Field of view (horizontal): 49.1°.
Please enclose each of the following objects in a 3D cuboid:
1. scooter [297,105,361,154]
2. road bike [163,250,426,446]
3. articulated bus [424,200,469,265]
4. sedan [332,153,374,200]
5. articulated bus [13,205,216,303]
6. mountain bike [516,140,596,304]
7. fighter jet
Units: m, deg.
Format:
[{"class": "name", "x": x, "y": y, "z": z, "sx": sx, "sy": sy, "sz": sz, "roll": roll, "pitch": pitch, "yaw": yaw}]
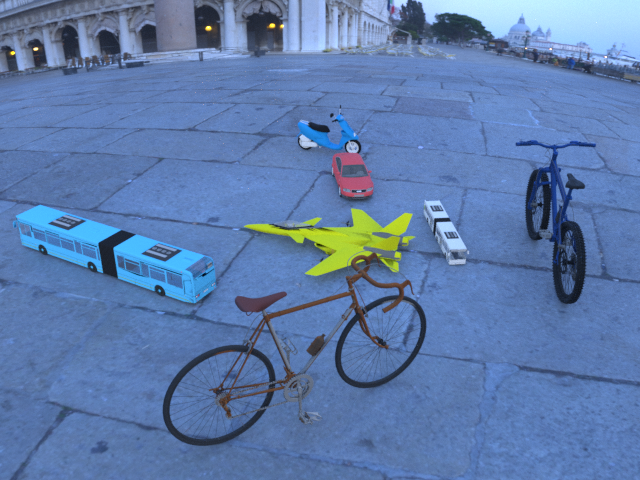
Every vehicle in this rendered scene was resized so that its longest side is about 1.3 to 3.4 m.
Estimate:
[{"class": "scooter", "x": 0.160, "y": -2.189, "z": 13.998, "sx": 1.399, "sy": 0.919, "sz": 0.662, "roll": 9, "pitch": 29, "yaw": 16}, {"class": "road bike", "x": -0.144, "y": 1.096, "z": 7.063, "sx": 3.004, "sy": 1.656, "sz": 0.697, "roll": -14, "pitch": 31, "yaw": -25}, {"class": "articulated bus", "x": 1.918, "y": -0.151, "z": 10.850, "sx": 0.311, "sy": 0.289, "sz": 1.749, "roll": -2, "pitch": 28, "yaw": -4}, {"class": "sedan", "x": 0.580, "y": -1.218, "z": 12.643, "sx": 0.635, "sy": 0.483, "sz": 1.613, "roll": -3, "pitch": 28, "yaw": -6}, {"class": "articulated bus", "x": -2.989, "y": 0.155, "z": 9.988, "sx": 3.401, "sy": 0.561, "sz": 0.605, "roll": 15, "pitch": 32, "yaw": 26}, {"class": "mountain bike", "x": 3.300, "y": -0.388, "z": 9.810, "sx": 1.114, "sy": 1.688, "sz": 2.857, "roll": 1, "pitch": 28, "yaw": 2}, {"class": "fighter jet", "x": 0.045, "y": -0.166, "z": 10.593, "sx": 2.640, "sy": 0.557, "sz": 2.229, "roll": 9, "pitch": 29, "yaw": 17}]
